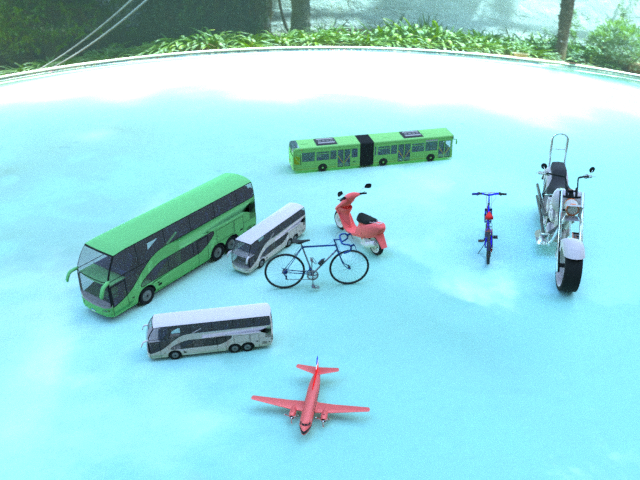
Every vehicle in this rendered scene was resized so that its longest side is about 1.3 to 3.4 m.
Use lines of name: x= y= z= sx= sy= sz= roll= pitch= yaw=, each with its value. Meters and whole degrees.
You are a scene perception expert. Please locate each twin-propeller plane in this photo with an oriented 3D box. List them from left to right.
twin-propeller plane: x=-0.100 y=1.791 z=8.056 sx=1.370 sy=0.407 sz=1.095 roll=4 pitch=30 yaw=7

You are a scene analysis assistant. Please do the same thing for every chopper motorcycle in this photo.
chopper motorcycle: x=3.817 y=-0.503 z=10.990 sx=0.906 sy=1.480 sz=3.040 roll=5 pitch=30 yaw=9

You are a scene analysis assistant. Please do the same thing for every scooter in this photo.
scooter: x=0.639 y=-0.374 z=11.330 sx=0.662 sy=0.919 sz=1.399 roll=-17 pitch=34 yaw=-28

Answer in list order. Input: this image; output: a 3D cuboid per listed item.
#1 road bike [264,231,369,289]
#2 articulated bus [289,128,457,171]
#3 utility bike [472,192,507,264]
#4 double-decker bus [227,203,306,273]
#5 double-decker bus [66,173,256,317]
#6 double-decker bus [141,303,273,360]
road bike: x=-0.042 y=0.318 z=10.186 sx=1.545 sy=0.852 sz=0.358 roll=-3 pitch=30 yaw=-6
articulated bus: x=1.076 y=-1.843 z=14.261 sx=3.401 sy=0.561 sz=0.605 roll=-6 pitch=30 yaw=-11
utility bike: x=2.636 y=-0.263 z=11.109 sx=0.535 sy=0.946 sz=1.435 roll=6 pitch=30 yaw=10
double-decker bus: x=-0.807 y=-0.037 z=11.120 sx=0.389 sy=0.541 sz=1.672 roll=17 pitch=34 yaw=28
double-decker bus: x=-2.223 y=0.020 z=10.506 sx=0.756 sy=1.052 sz=3.251 roll=19 pitch=35 yaw=30
double-decker bus: x=-1.442 y=1.173 z=9.003 sx=1.672 sy=0.541 sz=0.389 roll=-5 pitch=30 yaw=-9
